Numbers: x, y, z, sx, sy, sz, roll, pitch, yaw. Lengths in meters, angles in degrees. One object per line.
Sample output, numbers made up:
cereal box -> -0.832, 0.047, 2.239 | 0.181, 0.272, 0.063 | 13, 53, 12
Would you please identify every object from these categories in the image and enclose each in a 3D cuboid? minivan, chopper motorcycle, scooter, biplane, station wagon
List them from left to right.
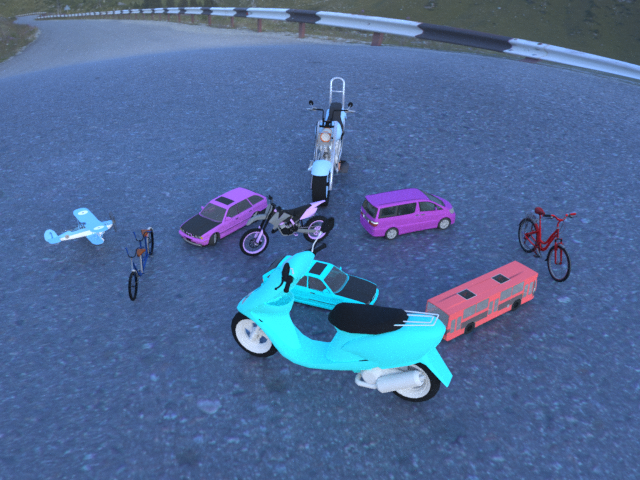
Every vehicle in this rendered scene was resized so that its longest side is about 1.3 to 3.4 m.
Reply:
biplane -> -3.689, -0.143, 10.811 | 1.090, 0.504, 1.336 | -18, 35, -28
station wagon -> -1.553, -0.418, 11.317 | 0.682, 0.473, 1.597 | 21, 36, 32
station wagon -> 0.008, 0.590, 9.575 | 1.597, 0.473, 0.682 | 12, 32, 19
chopper motorcycle -> 0.167, -1.848, 12.784 | 0.906, 1.480, 3.040 | 4, 30, 6
scooter -> 0.168, 0.846, 7.822 | 2.721, 1.786, 1.288 | 12, 32, 20
minivan -> 1.438, -0.476, 11.274 | 1.548, 0.616, 0.681 | -11, 32, -18

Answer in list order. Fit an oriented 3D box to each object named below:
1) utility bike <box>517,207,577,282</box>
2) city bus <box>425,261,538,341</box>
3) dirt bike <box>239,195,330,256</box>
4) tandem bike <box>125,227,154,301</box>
utility bike -> 3.329, -0.064, 10.233 | 0.535, 0.946, 1.435 | -8, 31, -13
city bus -> 2.140, 0.800, 9.225 | 1.674, 0.460, 0.476 | -20, 35, -30
dirt bike -> -0.516, -0.229, 10.608 | 1.493, 0.857, 0.527 | -13, 32, -21
tandem bike -> -2.564, 0.204, 10.034 | 0.283, 0.682, 1.642 | -1, 30, -1
